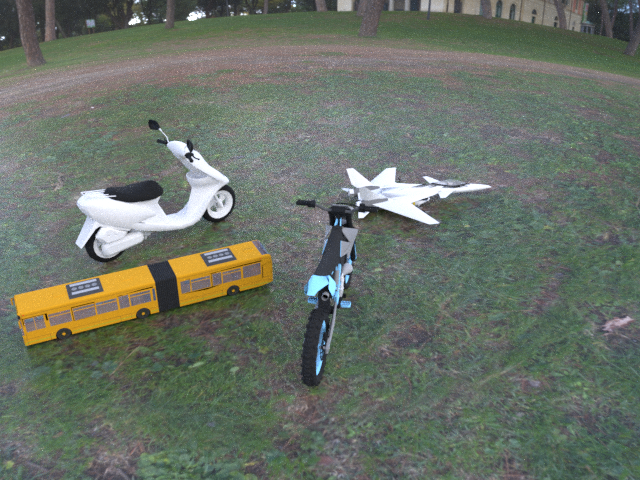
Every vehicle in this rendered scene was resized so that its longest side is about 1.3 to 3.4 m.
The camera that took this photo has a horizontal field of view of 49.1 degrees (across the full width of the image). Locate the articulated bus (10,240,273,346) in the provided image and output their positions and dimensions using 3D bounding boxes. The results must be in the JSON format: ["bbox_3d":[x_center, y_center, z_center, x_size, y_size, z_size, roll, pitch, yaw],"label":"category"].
[{"bbox_3d":[-2.305,0.667,9.451,3.401,0.561,0.605,-13,33,-22],"label":"articulated bus"}]

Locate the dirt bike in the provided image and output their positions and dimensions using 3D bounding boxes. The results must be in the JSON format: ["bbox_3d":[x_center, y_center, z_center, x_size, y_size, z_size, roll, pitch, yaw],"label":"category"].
[{"bbox_3d":[0.146,0.420,8.779,1.024,1.666,2.903,6,31,10],"label":"dirt bike"}]

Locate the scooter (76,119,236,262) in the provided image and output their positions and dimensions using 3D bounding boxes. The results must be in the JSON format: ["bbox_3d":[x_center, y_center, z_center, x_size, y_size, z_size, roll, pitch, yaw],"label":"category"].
[{"bbox_3d":[-2.469,-0.761,10.678,2.721,1.786,1.288,-23,37,-34],"label":"scooter"}]

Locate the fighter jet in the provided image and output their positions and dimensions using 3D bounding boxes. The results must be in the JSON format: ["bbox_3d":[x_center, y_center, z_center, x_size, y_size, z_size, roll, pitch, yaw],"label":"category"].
[{"bbox_3d":[1.792,-0.952,12.222,2.640,0.557,2.229,-7,31,-11],"label":"fighter jet"}]
